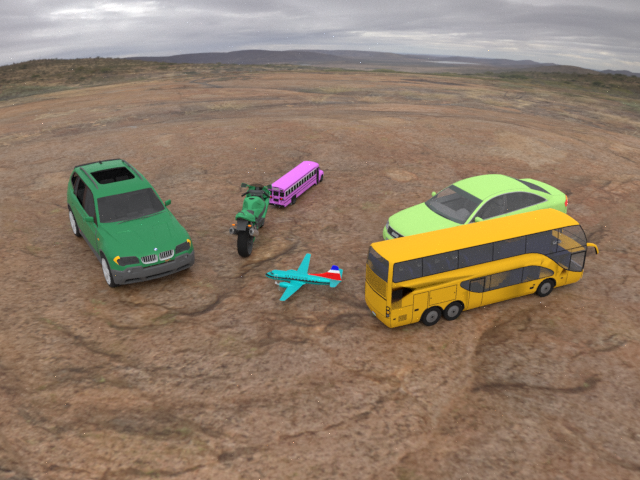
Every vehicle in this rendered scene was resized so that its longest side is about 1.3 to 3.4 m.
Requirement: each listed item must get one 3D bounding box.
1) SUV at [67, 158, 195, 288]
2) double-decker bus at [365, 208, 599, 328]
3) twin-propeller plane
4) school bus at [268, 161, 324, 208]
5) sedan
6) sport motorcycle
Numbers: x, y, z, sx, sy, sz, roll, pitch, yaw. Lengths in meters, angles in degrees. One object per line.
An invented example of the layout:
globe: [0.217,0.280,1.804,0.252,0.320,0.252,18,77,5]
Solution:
SUV: [-2.957,-0.367,10.566,1.276,1.128,3.058,-15,30,-28]
double-decker bus: [2.155,0.322,9.258,3.251,1.052,0.756,-11,28,-21]
twin-propeller plane: [-0.238,0.478,9.669,1.095,0.407,1.370,6,27,13]
school bus: [-0.407,-1.049,12.727,0.365,0.434,1.708,11,29,22]
sedan: [2.444,-0.428,10.903,3.137,0.940,1.235,-13,29,-25]
sport motorcycle: [-1.055,-0.351,10.879,0.506,0.821,1.520,4,27,7]
